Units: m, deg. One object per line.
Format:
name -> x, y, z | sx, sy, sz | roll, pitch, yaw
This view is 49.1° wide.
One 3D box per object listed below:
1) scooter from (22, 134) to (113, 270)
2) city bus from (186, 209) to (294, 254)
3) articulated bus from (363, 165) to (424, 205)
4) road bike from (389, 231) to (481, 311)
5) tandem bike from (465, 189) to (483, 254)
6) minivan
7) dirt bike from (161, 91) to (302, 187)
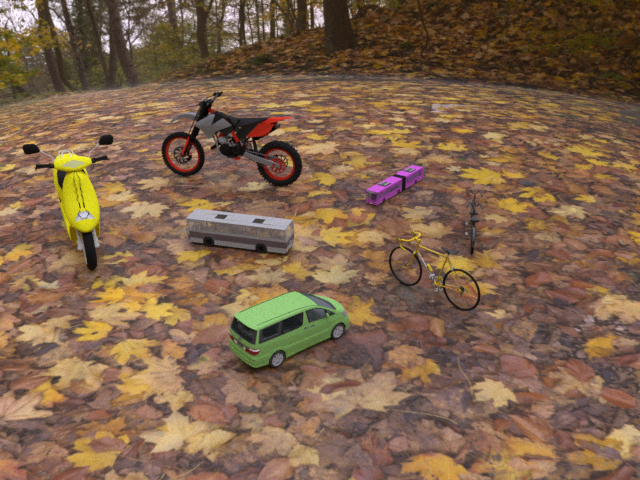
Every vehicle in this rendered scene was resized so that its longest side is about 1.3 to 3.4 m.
scooter -> -3.832, -0.801, 10.957 | 1.288, 1.786, 2.721 | -11, 28, -21
city bus -> -1.263, -0.126, 11.083 | 1.674, 0.460, 0.476 | 7, 26, 14
articulated bus -> 1.427, -1.055, 13.223 | 0.311, 0.289, 1.749 | 18, 31, 32
road bike -> 1.538, 0.401, 9.527 | 0.358, 0.852, 1.545 | -23, 34, -39
tandem bike -> 2.476, -0.350, 11.295 | 0.283, 0.682, 1.642 | 5, 26, 10
minivan -> -0.341, 1.003, 8.541 | 1.548, 0.616, 0.681 | -20, 32, -35
dirt bike -> -1.742, -1.903, 13.400 | 2.903, 1.666, 1.024 | 7, 26, 14
